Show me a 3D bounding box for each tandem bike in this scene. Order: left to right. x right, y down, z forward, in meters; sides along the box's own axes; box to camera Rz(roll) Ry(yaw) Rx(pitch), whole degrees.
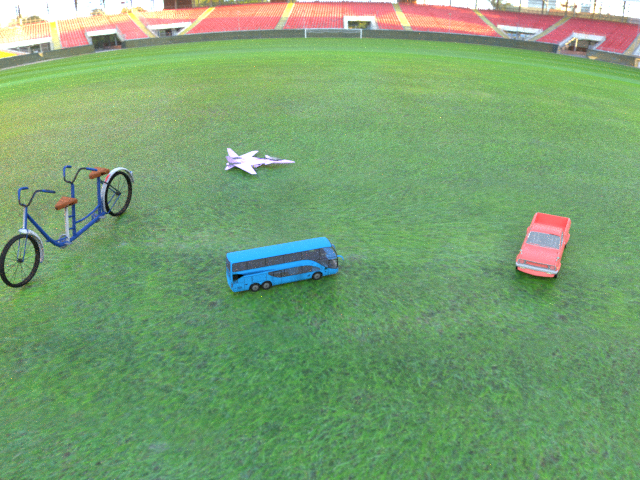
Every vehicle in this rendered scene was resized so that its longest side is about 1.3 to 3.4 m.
[{"bbox_3d":[-3.789,-0.494,10.696,0.550,1.326,3.192,10,31,18],"label":"tandem bike"}]

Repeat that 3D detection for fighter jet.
[{"bbox_3d":[-1.168,-1.595,13.716,1.358,0.286,1.147,-1,29,-2],"label":"fighter jet"}]

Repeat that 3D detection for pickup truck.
[{"bbox_3d":[3.420,0.009,10.634,0.640,0.511,1.603,12,32,21],"label":"pickup truck"}]

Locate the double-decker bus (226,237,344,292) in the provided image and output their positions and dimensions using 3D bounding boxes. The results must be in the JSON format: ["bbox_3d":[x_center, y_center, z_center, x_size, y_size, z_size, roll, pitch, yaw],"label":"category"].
[{"bbox_3d":[-0.504,0.342,10.010,1.672,0.541,0.389,-10,31,-17],"label":"double-decker bus"}]
